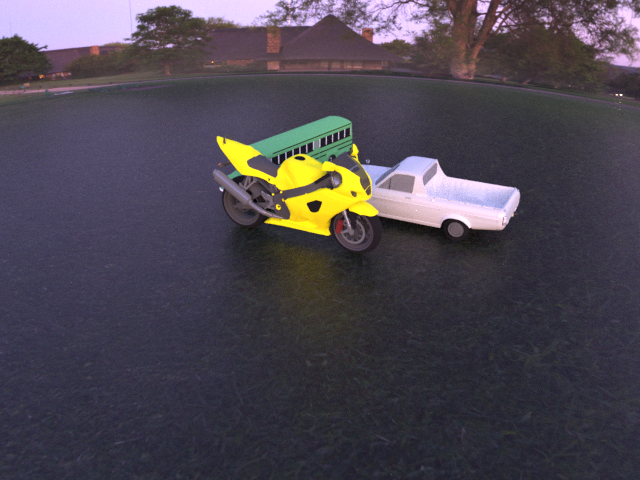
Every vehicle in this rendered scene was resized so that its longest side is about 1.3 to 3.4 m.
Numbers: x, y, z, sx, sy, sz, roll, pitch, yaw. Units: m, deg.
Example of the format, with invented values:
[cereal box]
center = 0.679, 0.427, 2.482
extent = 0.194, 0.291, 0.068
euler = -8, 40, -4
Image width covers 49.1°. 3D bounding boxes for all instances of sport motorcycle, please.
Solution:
[sport motorcycle]
center = -0.368, -0.742, 11.045
extent = 2.955, 1.596, 0.983
euler = 14, 29, 25

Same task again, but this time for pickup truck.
[pickup truck]
center = 1.748, -0.814, 11.870
extent = 3.117, 0.993, 1.244
euler = 12, 29, 23

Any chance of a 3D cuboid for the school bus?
[school bus]
center = -0.606, -1.643, 13.710
extent = 0.709, 0.844, 3.322
euler = 20, 32, 34
